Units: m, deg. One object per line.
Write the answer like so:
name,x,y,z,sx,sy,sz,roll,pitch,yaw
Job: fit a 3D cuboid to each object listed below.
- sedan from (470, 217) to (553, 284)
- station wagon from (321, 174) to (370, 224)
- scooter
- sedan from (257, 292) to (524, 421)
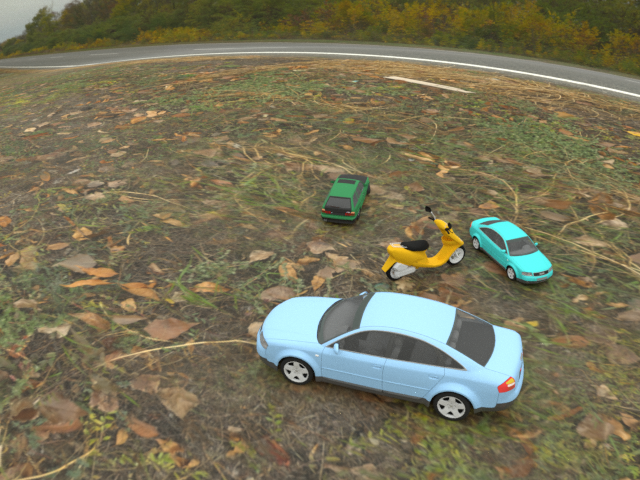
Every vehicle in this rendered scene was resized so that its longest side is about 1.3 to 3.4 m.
sedan,2.848,0.090,10.481,0.635,0.483,1.613,-11,32,-18
station wagon,0.464,-0.813,12.065,0.682,0.473,1.597,7,30,11
scooter,1.531,0.076,10.068,1.399,0.919,0.662,-13,32,-21
sedan,0.771,1.167,8.146,3.137,0.940,1.235,9,31,16
